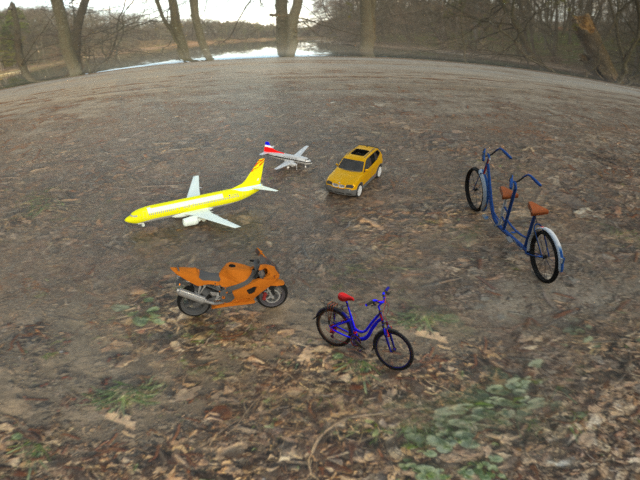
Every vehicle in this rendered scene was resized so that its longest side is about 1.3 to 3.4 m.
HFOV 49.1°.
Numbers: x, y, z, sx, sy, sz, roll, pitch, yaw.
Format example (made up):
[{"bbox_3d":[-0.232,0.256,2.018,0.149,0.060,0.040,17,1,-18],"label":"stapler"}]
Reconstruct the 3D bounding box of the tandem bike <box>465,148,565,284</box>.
[{"bbox_3d":[2.951,-0.533,10.873,0.550,1.326,3.192,-7,30,-12],"label":"tandem bike"}]

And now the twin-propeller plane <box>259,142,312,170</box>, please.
[{"bbox_3d":[-0.642,-1.693,13.921,1.095,0.407,1.370,13,32,22],"label":"twin-propeller plane"}]

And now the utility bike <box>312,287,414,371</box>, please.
[{"bbox_3d":[0.535,0.993,8.502,1.435,0.946,0.535,18,34,29],"label":"utility bike"}]

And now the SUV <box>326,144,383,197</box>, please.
[{"bbox_3d":[0.664,-1.319,13.066,0.656,0.580,1.572,13,32,23],"label":"SUV"}]

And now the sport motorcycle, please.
[{"bbox_3d":[-1.186,0.607,9.331,1.520,0.821,0.506,-5,29,-9],"label":"sport motorcycle"}]

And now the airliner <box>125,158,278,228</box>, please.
[{"bbox_3d":[-2.060,-0.794,11.853,2.541,0.835,2.257,-13,32,-22],"label":"airliner"}]
